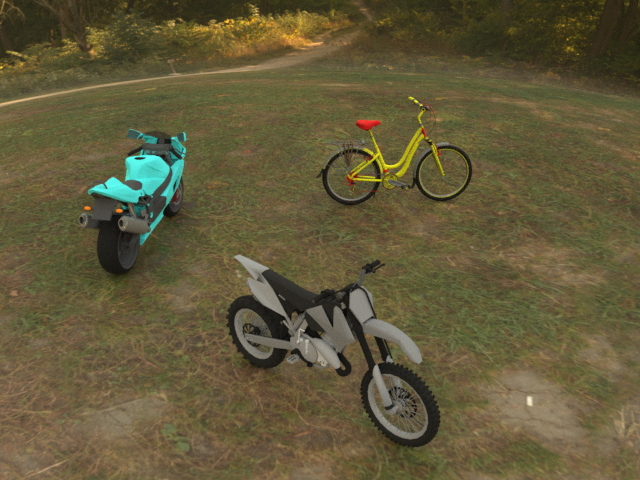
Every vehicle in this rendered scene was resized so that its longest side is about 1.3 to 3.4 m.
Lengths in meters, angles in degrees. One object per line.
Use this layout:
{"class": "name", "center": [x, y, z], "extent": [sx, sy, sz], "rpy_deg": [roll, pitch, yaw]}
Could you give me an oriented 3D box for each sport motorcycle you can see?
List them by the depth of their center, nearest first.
{"class": "sport motorcycle", "center": [-2.737, -0.687, 10.828], "extent": [0.983, 1.596, 2.955], "rpy_deg": [5, 27, 9]}

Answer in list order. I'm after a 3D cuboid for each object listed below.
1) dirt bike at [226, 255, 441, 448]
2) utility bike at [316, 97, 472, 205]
{"class": "dirt bike", "center": [0.035, 1.014, 7.364], "extent": [2.903, 1.666, 1.024], "rpy_deg": [21, 33, 35]}
{"class": "utility bike", "center": [1.311, -1.549, 12.275], "extent": [2.791, 1.839, 1.039], "rpy_deg": [-2, 27, -5]}
